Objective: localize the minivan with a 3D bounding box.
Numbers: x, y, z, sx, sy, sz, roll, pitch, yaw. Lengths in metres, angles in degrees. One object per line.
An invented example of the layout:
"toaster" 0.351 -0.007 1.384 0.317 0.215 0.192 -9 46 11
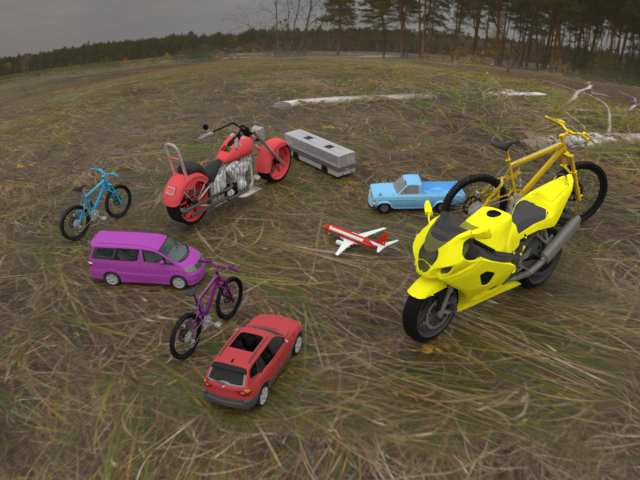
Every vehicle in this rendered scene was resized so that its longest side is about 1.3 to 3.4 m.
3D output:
"minivan" -2.383 0.250 9.686 1.548 0.616 0.681 3 28 5

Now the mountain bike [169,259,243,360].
"mountain bike" -1.346 0.788 8.405 0.573 0.868 1.469 13 31 24

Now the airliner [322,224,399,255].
"airliner" 0.517 -0.117 10.573 1.307 0.429 1.161 23 36 36

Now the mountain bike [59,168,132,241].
"mountain bike" -3.512 -0.583 10.983 0.573 0.868 1.469 15 32 27

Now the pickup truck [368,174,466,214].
"pickup truck" 1.620 -0.806 11.783 1.603 0.511 0.640 -1 28 -2

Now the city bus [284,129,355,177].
"city bus" -0.025 -1.664 13.451 0.476 0.460 1.674 -21 34 -34

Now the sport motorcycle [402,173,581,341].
"sport motorcycle" 2.151 0.182 8.769 2.955 1.596 0.983 -20 34 -33

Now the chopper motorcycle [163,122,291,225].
"chopper motorcycle" -1.459 -1.308 11.695 0.906 1.480 3.040 17 33 29

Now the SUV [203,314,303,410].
"SUV" -0.722 1.257 7.829 0.656 0.580 1.572 10 30 18

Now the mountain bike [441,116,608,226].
"mountain bike" 3.185 -0.869 10.648 2.857 1.688 1.114 -8 29 -14
